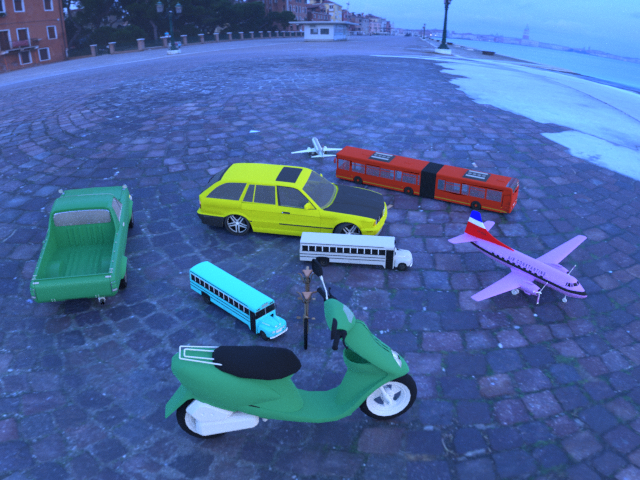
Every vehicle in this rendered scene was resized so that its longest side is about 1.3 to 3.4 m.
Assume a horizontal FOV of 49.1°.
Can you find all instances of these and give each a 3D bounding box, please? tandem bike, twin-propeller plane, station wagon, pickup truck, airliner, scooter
[{"bbox_3d":[-0.176,0.765,9.322,0.283,0.682,1.642,0,29,0],"label":"tandem bike"},{"bbox_3d":[2.930,0.244,10.131,2.663,0.792,2.129,-23,37,-34],"label":"twin-propeller plane"},{"bbox_3d":[-0.432,-0.671,11.618,3.105,0.920,1.327,6,30,10],"label":"station wagon"},{"bbox_3d":[-3.507,-0.086,10.511,1.244,0.993,3.117,-5,30,-9],"label":"pickup truck"},{"bbox_3d":[-0.035,-1.975,14.422,1.161,0.429,1.307,-5,30,-8],"label":"airliner"},{"bbox_3d":[-0.275,1.286,7.279,2.721,1.786,1.288,-4,30,-7],"label":"scooter"}]

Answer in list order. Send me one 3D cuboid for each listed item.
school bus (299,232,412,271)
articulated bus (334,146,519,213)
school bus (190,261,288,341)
[{"bbox_3d":[0.550,0.162,10.639,1.708,0.434,0.365,3,30,5],"label":"school bus"},{"bbox_3d":[1.867,-1.129,12.792,3.401,0.561,0.605,14,33,24],"label":"articulated bus"},{"bbox_3d":[-1.119,0.810,9.495,1.708,0.434,0.365,26,38,37],"label":"school bus"}]
